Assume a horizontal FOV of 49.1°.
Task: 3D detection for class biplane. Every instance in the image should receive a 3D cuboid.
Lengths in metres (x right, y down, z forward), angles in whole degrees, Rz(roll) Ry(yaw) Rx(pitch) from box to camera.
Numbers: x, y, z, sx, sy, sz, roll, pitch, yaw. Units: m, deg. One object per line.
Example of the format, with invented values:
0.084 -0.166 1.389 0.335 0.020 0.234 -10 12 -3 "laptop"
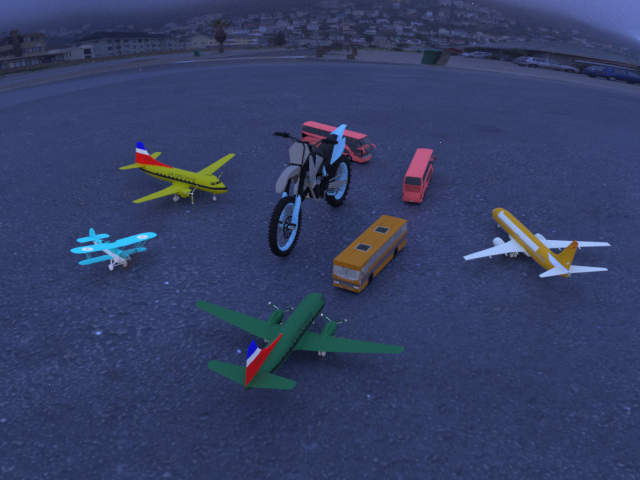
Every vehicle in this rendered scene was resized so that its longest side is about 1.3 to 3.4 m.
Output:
-3.050 0.111 10.198 1.090 0.504 1.336 23 35 37 "biplane"

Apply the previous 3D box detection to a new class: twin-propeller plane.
-2.510 -1.226 12.494 2.129 0.792 2.663 15 31 27 "twin-propeller plane"
-0.372 1.032 8.083 2.663 0.792 2.129 10 29 20 "twin-propeller plane"

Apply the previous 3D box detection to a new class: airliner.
3.105 -0.132 10.311 2.257 0.835 2.541 -5 28 -10 "airliner"

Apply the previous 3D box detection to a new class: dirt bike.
-0.087 -0.936 10.968 1.024 1.666 2.903 12 29 21 "dirt bike"

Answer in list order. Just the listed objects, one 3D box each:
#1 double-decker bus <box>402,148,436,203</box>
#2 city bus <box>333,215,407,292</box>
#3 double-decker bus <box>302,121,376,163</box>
1.808 -1.202 12.723 0.389 0.541 1.672 7 28 14 "double-decker bus"
0.749 0.184 10.104 0.476 0.460 1.674 14 30 25 "city bus"
0.345 -1.993 14.267 1.672 0.541 0.389 20 33 34 "double-decker bus"
